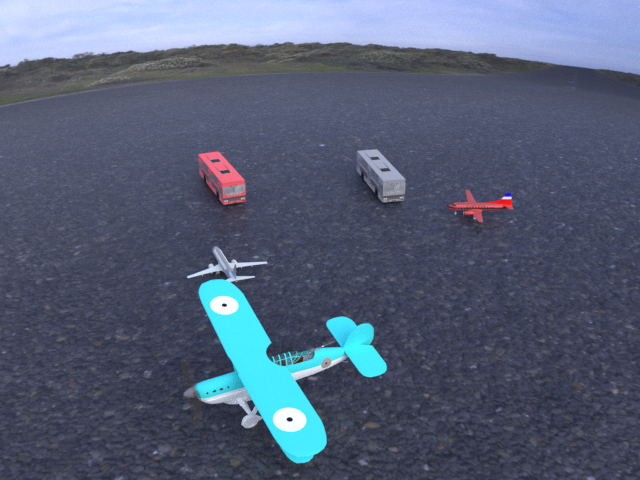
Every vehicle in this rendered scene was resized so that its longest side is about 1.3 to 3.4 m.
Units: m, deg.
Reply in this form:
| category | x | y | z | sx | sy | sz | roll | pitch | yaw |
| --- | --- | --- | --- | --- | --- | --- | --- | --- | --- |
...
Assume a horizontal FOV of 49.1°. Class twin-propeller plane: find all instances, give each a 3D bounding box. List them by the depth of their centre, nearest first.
| category | x | y | z | sx | sy | sz | roll | pitch | yaw |
| --- | --- | --- | --- | --- | --- | --- | --- | --- | --- |
| twin-propeller plane | 2.697 | -0.613 | 11.816 | 1.095 | 0.407 | 1.370 | 1 | 26 | 1 |

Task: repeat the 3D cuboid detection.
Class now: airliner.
| category | x | y | z | sx | sy | sz | roll | pitch | yaw |
| --- | --- | --- | --- | --- | --- | --- | --- | --- | --- |
| airliner | -1.357 | 0.276 | 9.983 | 1.161 | 0.429 | 1.307 | -10 | 28 | -20 |

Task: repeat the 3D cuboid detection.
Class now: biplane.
| category | x | y | z | sx | sy | sz | roll | pitch | yaw |
| --- | --- | --- | --- | --- | --- | --- | --- | --- | --- |
| biplane | -0.356 | 1.340 | 7.192 | 2.120 | 0.981 | 2.598 | -12 | 29 | -24 |

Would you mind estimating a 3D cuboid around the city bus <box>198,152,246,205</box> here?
| category | x | y | z | sx | sy | sz | roll | pitch | yaw |
| --- | --- | --- | --- | --- | --- | --- | --- | --- | --- |
| city bus | -1.811 | -1.132 | 12.813 | 0.476 | 0.460 | 1.674 | -11 | 28 | -21 |

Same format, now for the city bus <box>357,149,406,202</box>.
| category | x | y | z | sx | sy | sz | roll | pitch | yaw |
| --- | --- | --- | --- | --- | --- | --- | --- | --- | --- |
| city bus | 1.100 | -1.182 | 12.916 | 0.476 | 0.460 | 1.674 | -6 | 27 | -12 |
